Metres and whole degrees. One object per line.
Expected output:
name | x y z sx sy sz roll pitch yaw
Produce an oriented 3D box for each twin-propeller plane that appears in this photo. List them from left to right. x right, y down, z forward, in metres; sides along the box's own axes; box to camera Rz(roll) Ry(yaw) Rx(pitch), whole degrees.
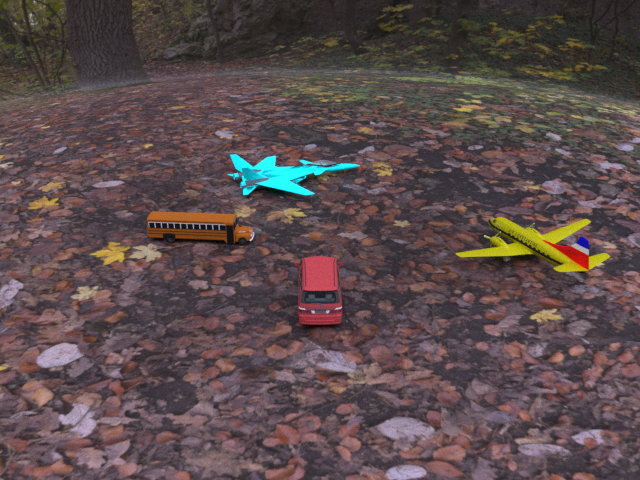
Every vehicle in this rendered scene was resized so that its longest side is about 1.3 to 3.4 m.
twin-propeller plane | 3.281 -0.027 10.653 2.663 0.792 2.129 -13 29 -25

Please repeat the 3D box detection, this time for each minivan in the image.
minivan | -0.007 0.580 9.627 0.681 0.616 1.548 0 26 -1

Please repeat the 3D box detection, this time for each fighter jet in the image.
fighter jet | -0.410 -1.450 13.785 2.640 0.557 2.229 -10 28 -20

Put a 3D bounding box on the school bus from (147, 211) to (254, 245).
school bus | -1.935 -0.201 11.405 1.708 0.434 0.365 2 26 4
